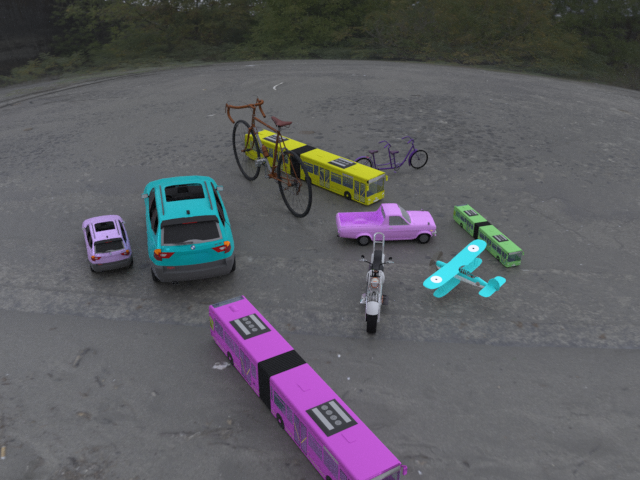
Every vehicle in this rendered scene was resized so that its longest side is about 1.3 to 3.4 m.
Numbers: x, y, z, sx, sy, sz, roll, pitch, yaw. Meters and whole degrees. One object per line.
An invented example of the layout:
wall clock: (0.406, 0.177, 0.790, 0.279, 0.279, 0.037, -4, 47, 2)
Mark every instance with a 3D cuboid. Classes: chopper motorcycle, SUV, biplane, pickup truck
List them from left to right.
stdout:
SUV: (-3.278, -0.045, 10.728, 0.656, 0.580, 1.572, -10, 30, -18)
SUV: (-2.071, -0.397, 10.806, 1.276, 1.128, 3.058, -7, 29, -12)
chopper motorcycle: (0.744, 0.555, 9.418, 0.466, 0.761, 1.563, 3, 28, 6)
pickup truck: (1.055, -0.280, 11.241, 1.603, 0.511, 0.640, -2, 28, -4)
biplane: (2.019, 0.509, 9.776, 1.090, 0.504, 1.336, 25, 37, 38)

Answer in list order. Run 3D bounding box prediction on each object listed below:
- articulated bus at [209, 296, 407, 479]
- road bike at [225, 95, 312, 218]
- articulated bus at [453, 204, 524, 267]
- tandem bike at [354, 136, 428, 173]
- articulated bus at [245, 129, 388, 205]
articulated bus: (-0.312, 1.639, 7.607, 0.605, 0.561, 3.401, -16, 32, -27)
road bike: (-0.913, -1.530, 12.360, 0.696, 1.656, 3.004, -16, 32, -27)
articulated bus: (2.634, -0.097, 11.134, 0.311, 0.289, 1.749, -9, 29, -16)
tandem bike: (1.365, -1.611, 13.543, 1.642, 0.682, 0.283, -10, 30, -17)
articulated bus: (-0.174, -1.439, 13.348, 3.401, 0.561, 0.605, 25, 37, 39)
